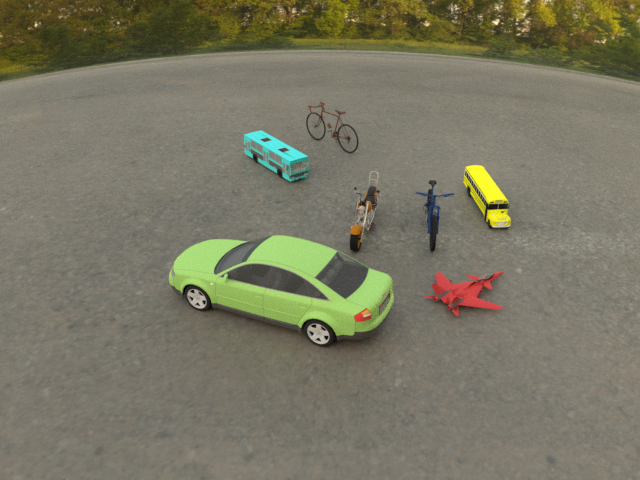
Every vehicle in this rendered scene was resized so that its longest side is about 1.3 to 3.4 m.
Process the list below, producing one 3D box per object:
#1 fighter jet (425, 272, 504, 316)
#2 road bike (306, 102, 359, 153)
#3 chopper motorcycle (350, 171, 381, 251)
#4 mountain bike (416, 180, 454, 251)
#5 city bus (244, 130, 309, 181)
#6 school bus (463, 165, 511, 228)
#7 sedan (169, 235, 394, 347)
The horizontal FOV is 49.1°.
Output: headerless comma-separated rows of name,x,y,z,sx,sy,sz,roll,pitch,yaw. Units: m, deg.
fighter jet,2.141,0.600,9.756,1.358,0.286,1.147,-22,36,-33
road bike,0.235,-2.317,14.288,0.358,0.852,1.545,-25,38,-36
chopper motorcycle,0.713,-0.473,11.154,0.466,0.761,1.563,8,31,13
mountain bike,1.765,-0.467,11.037,0.573,0.868,1.469,2,30,4
city bus,-0.860,-1.612,13.450,0.476,0.460,1.674,-20,35,-31
school bus,2.854,-0.744,11.959,0.365,0.434,1.708,-3,30,-5
sedan,-0.573,0.487,9.297,3.137,0.940,1.235,13,32,21
